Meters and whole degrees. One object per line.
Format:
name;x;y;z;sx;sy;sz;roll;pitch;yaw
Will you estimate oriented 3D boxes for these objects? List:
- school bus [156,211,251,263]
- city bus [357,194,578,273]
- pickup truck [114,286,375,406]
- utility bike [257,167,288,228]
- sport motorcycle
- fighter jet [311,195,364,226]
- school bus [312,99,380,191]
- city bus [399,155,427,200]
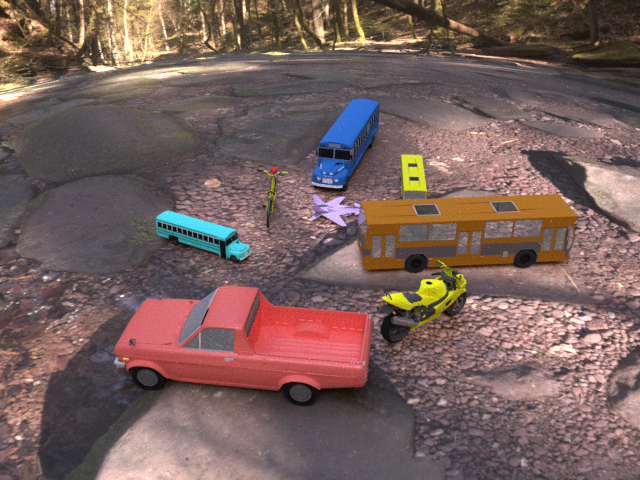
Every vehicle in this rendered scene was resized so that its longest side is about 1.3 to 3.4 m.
school bus;-1.895;-0.063;11.378;1.708;0.434;0.365;15;33;25
city bus;2.253;-0.099;10.973;3.255;0.894;0.926;-2;29;-4
pickup truck;-0.903;1.189;8.583;3.117;0.993;1.244;4;30;7
utility bike;-0.805;-0.871;12.292;0.535;0.946;1.435;1;29;1
sport motorcycle;1.414;0.841;9.376;1.520;0.821;0.506;-18;34;-29
fighter jet;0.524;-0.582;12.451;1.358;0.286;1.147;0;29;1
school bus;0.572;-2.007;14.417;0.709;0.844;3.322;8;30;14
city bus;1.740;-1.072;13.146;0.476;0.460;1.674;2;29;4
